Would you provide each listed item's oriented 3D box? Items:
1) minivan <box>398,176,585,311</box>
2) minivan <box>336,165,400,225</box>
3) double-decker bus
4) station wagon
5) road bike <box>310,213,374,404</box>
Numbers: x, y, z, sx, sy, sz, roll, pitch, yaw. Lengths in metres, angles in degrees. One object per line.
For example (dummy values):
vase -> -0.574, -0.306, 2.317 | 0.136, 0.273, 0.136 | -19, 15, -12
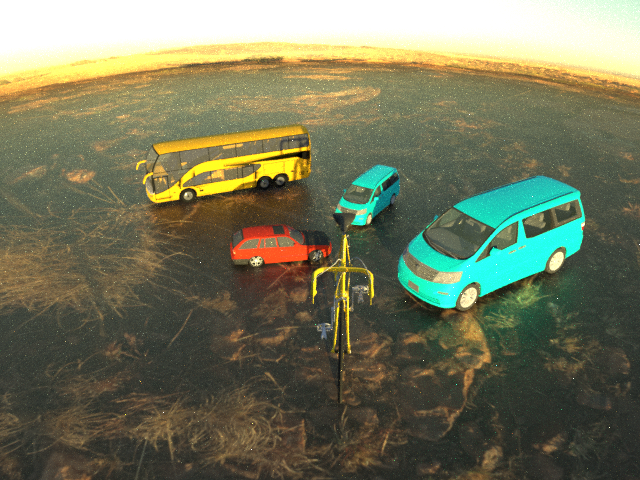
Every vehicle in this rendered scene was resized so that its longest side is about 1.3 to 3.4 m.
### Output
minivan -> 2.563, -0.020, 10.386 | 3.011, 1.197, 1.324 | -17, 33, -29
minivan -> 0.862, -0.806, 12.454 | 0.681, 0.616, 1.548 | 16, 32, 27
double-decker bus -> -1.754, -1.443, 13.174 | 3.251, 1.052, 0.756 | -11, 30, -20
station wagon -> -0.612, 0.040, 11.036 | 1.597, 0.473, 0.682 | -5, 29, -8
road bike -> 0.283, 0.622, 8.714 | 0.696, 1.656, 3.004 | 1, 28, 2
